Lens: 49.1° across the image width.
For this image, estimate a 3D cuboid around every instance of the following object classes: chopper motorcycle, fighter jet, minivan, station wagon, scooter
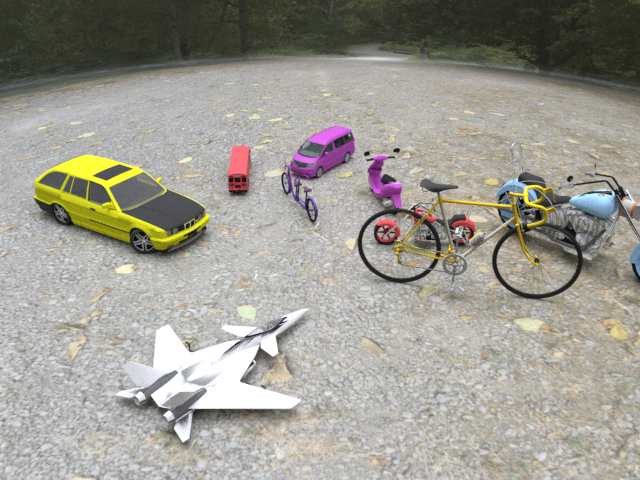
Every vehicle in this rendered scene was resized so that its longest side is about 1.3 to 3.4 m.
[{"bbox_3d":[3.940,-0.385,10.250,0.906,1.480,3.040,-24,37,-38],"label":"chopper motorcycle"},{"bbox_3d":[-0.987,1.234,8.209,2.229,0.557,2.640,21,35,34],"label":"fighter jet"},{"bbox_3d":[0.056,-1.730,13.668,0.681,0.616,1.548,19,34,31],"label":"minivan"},{"bbox_3d":[-3.254,-0.675,11.380,3.105,0.920,1.327,17,32,28],"label":"station wagon"},{"bbox_3d":[1.621,-0.267,10.789,1.563,0.761,0.466,2,28,3],"label":"chopper motorcycle"},{"bbox_3d":[1.113,-1.069,12.116,0.662,0.919,1.399,-8,29,-15],"label":"scooter"}]

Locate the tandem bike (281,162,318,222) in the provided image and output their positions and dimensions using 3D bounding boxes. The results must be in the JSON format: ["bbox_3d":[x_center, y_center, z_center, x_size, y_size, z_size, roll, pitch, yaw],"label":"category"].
[{"bbox_3d":[-0.370,-0.869,11.995,0.283,0.682,1.642,-11,30,-20],"label":"tandem bike"}]

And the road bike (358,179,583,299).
[{"bbox_3d":[1.991,-0.030,9.403,3.004,1.656,0.697,6,29,12],"label":"road bike"}]

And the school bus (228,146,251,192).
[{"bbox_3d":[-1.508,-1.374,13.196,0.365,0.434,1.708,-1,28,-3],"label":"school bus"}]
